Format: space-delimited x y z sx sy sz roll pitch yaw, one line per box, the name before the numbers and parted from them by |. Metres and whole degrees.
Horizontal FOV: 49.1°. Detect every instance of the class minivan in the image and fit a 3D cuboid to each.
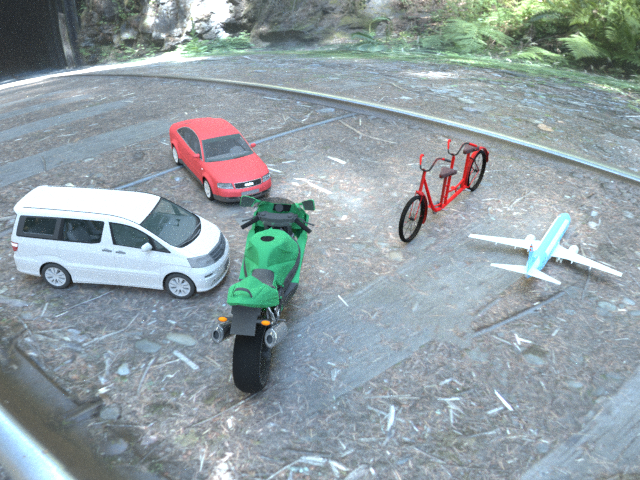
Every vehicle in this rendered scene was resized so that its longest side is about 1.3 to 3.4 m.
minivan | -2.826 -0.029 10.081 3.011 1.197 1.324 4 30 7

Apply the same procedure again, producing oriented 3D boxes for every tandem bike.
tandem bike | 2.161 -1.041 11.740 0.550 1.326 3.192 20 35 31

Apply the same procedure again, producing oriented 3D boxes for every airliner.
airliner | 3.444 -0.072 10.524 2.257 0.835 2.541 16 33 26

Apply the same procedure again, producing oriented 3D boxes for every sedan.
sedan | -1.935 -1.664 13.233 1.235 0.940 3.137 -15 33 -24

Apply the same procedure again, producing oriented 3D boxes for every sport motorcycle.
sport motorcycle | -0.642 0.525 8.695 0.983 1.596 2.955 4 30 6
